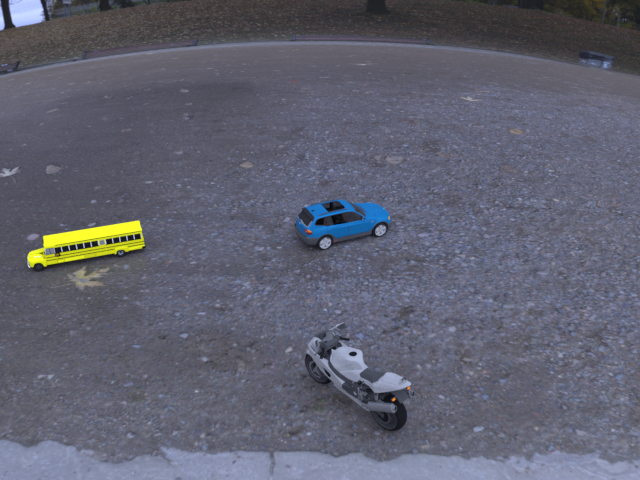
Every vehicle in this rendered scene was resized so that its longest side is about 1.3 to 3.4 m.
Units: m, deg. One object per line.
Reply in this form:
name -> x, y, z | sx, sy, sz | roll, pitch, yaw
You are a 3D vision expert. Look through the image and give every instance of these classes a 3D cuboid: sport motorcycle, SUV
sport motorcycle -> 0.384, 1.521, 7.811 | 1.520, 0.821, 0.506 | 27, 40, 37
SUV -> 0.375, -0.332, 11.135 | 1.572, 0.580, 0.656 | -13, 33, -20

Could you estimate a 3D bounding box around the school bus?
school bus -> -3.542, 0.079, 10.592 | 1.708, 0.434, 0.365 | -10, 32, -17
